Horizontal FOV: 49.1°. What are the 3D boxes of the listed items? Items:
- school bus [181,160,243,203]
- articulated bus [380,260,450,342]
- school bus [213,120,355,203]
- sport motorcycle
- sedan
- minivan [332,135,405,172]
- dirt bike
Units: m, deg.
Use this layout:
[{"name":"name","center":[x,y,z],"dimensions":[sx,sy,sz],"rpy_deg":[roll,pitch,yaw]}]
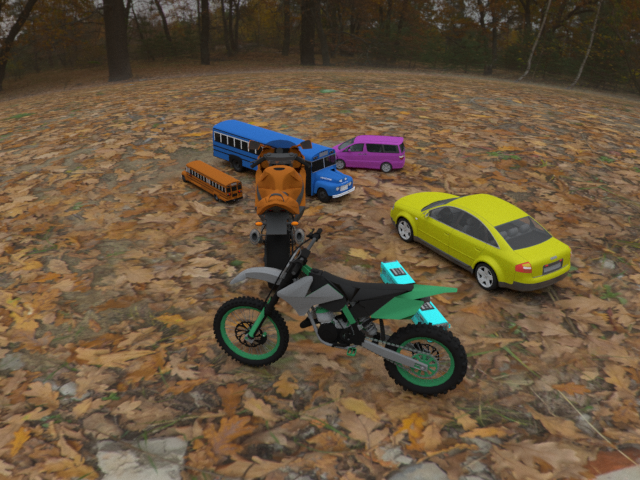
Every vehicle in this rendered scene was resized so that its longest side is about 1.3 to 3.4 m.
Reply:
[{"name":"school bus","center":[-2.043,-1.109,12.983],"dimensions":[0.365,0.434,1.708],"rpy_deg":[-20,32,-34]},{"name":"articulated bus","center":[1.220,0.777,9.324],"dimensions":[0.311,0.289,1.749],"rpy_deg":[-7,27,-14]},{"name":"school bus","center":[-0.747,-1.560,13.436],"dimensions":[3.322,0.844,0.709],"rpy_deg":[22,34,37]},{"name":"sport motorcycle","center":[-0.592,-0.482,10.398],"dimensions":[0.983,1.596,2.955],"rpy_deg":[-1,26,-1]},{"name":"sedan","center":[2.304,-0.190,10.547],"dimensions":[1.235,0.940,3.137],"rpy_deg":[-16,30,-29]},{"name":"minivan","center":[0.941,-1.774,14.127],"dimensions":[1.548,0.616,0.681],"rpy_deg":[5,27,10]},{"name":"dirt bike","center":[0.166,0.848,7.621],"dimensions":[2.903,1.666,1.024],"rpy_deg":[7,27,13]}]
